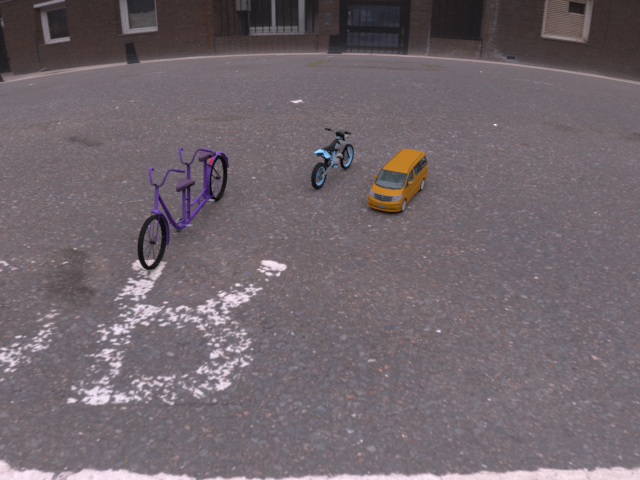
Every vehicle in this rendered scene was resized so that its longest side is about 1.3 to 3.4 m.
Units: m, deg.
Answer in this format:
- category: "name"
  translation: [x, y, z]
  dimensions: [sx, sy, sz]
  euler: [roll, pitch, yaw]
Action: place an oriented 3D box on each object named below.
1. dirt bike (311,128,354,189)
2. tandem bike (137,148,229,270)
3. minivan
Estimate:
- category: "dirt bike"
  translation: [0.235, -1.500, 12.447]
  dimensions: [0.527, 0.857, 1.493]
  euler: [15, 32, 26]
- category: "tandem bike"
  translation: [-1.997, -0.753, 10.563]
  dimensions: [0.550, 1.326, 3.192]
  euler: [7, 29, 13]
- category: "minivan"
  translation: [1.329, -1.010, 11.791]
  dimensions: [0.681, 0.616, 1.548]
  euler: [13, 31, 23]
